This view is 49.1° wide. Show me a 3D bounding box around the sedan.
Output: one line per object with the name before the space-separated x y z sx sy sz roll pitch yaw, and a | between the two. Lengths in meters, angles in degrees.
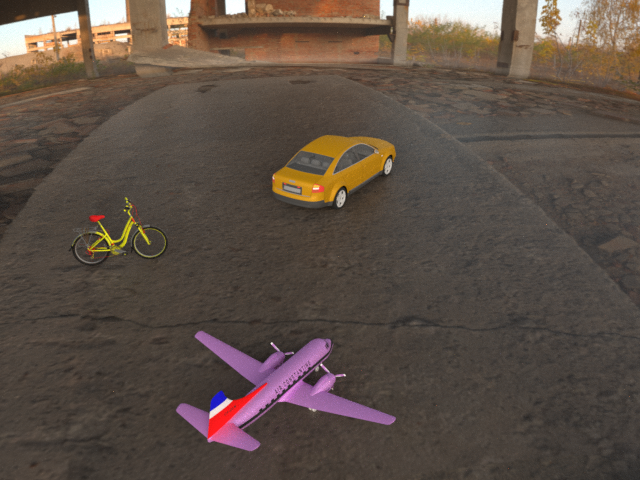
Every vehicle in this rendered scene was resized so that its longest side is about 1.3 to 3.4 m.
sedan | 0.346 -1.434 12.894 1.235 0.940 3.137 16 32 28

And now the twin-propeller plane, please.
twin-propeller plane | -0.468 1.471 7.450 2.663 0.792 2.129 18 32 30

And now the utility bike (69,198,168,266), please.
utility bike | -2.997 -0.116 10.345 1.435 0.946 0.535 -6 28 -12
